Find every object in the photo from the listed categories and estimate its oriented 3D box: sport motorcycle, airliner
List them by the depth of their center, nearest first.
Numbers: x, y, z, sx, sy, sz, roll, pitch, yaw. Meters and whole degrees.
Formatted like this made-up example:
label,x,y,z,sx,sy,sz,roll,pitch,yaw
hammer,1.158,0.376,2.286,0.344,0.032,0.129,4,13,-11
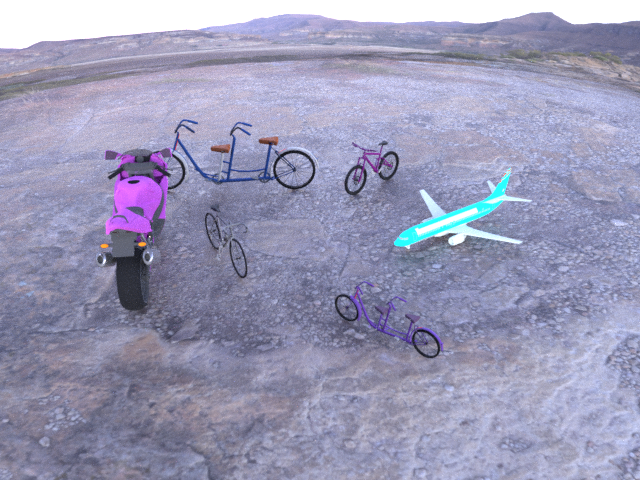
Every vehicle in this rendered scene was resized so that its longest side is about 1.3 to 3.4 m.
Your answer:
label,x,y,z,sx,sy,sz,roll,pitch,yaw
sport motorcycle,-2.610,-0.276,10.073,0.983,1.596,2.955,-3,30,-5
airliner,2.185,-0.497,11.237,2.541,0.835,2.257,-19,35,-30

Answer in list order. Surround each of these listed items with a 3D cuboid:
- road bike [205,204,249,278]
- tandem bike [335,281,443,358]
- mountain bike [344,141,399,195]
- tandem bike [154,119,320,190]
label,x,y,z,sx,sy,sz,roll,pitch,yaw
road bike,-1.422,-0.046,10.424,0.358,0.852,1.545,-16,33,-26
tandem bike,0.838,0.966,8.807,1.642,0.682,0.283,22,36,33
mountain bike,0.960,-1.365,12.738,0.573,0.868,1.469,26,39,38
tandem bike,-1.602,-1.495,12.501,3.192,1.326,0.550,-1,30,-1
